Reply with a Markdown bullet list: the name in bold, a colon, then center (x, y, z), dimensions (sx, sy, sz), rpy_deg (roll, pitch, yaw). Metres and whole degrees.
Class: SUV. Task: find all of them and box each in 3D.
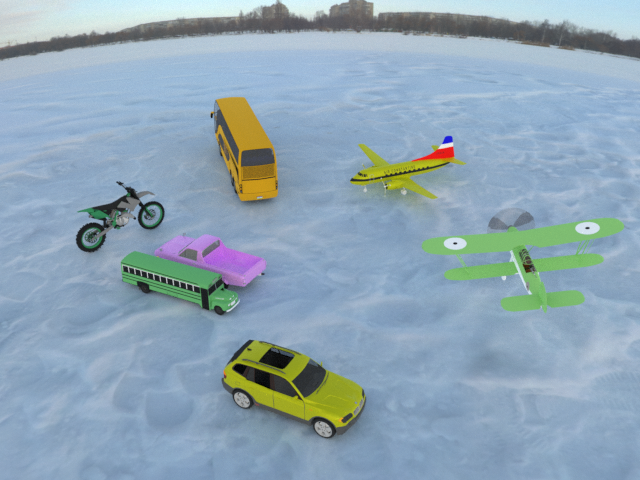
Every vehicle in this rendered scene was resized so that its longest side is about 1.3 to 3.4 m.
- **SUV**: center (-0.286, 1.525, 7.434), dimensions (1.572, 0.580, 0.656), rpy_deg (14, 32, 23)

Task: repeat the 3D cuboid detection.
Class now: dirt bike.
- **dirt bike**: center (-3.025, -0.383, 10.599), dimensions (1.493, 0.857, 0.527), rpy_deg (-25, 37, -37)

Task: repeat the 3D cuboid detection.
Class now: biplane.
- **biplane**: center (2.659, 0.341, 9.162), dimensions (2.598, 0.981, 2.120), rpy_deg (1, 29, 2)

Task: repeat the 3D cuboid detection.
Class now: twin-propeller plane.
- **twin-propeller plane**: center (1.489, -1.342, 12.401), dimensions (2.129, 0.792, 2.663), rpy_deg (-12, 31, -21)

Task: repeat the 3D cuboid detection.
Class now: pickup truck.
- **pickup truck**: center (-1.553, 0.253, 9.808), dimensions (1.603, 0.511, 0.640), rpy_deg (15, 32, 25)

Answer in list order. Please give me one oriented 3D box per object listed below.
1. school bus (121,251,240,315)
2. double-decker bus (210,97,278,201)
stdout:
- **school bus**: center (-1.865, 0.561, 9.328), dimensions (1.708, 0.434, 0.365), rpy_deg (13, 32, 23)
- **double-decker bus**: center (-1.432, -1.775, 12.915), dimensions (0.756, 1.052, 3.251), rpy_deg (-7, 30, -13)
